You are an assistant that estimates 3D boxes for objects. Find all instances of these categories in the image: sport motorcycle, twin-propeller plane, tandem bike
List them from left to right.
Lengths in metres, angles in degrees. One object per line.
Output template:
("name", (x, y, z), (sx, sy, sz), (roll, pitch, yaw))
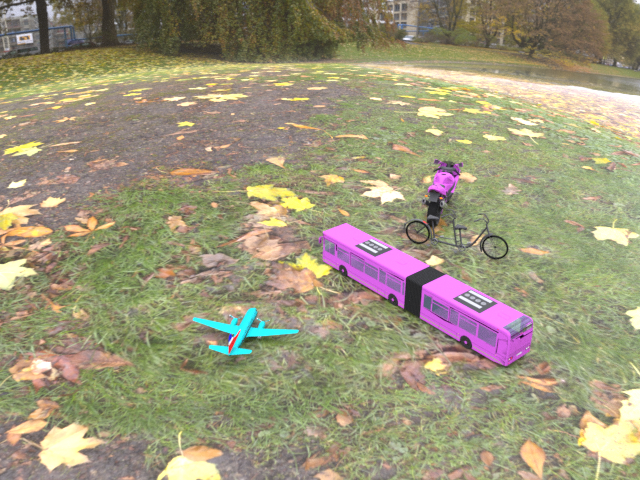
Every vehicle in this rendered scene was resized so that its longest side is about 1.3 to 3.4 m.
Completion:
("twin-propeller plane", (-0.955, 1.077, 8.631), (1.370, 0.407, 1.095), (5, 28, 10))
("sport motorcycle", (2.059, -0.818, 11.831), (0.506, 0.821, 1.520), (10, 29, 19))
("tandem bike", (2.061, -0.133, 10.663), (1.642, 0.682, 0.283), (12, 30, 22))

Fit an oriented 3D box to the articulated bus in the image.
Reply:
("articulated bus", (1.265, 0.617, 9.349), (0.605, 0.561, 3.401), (-21, 34, -34))
